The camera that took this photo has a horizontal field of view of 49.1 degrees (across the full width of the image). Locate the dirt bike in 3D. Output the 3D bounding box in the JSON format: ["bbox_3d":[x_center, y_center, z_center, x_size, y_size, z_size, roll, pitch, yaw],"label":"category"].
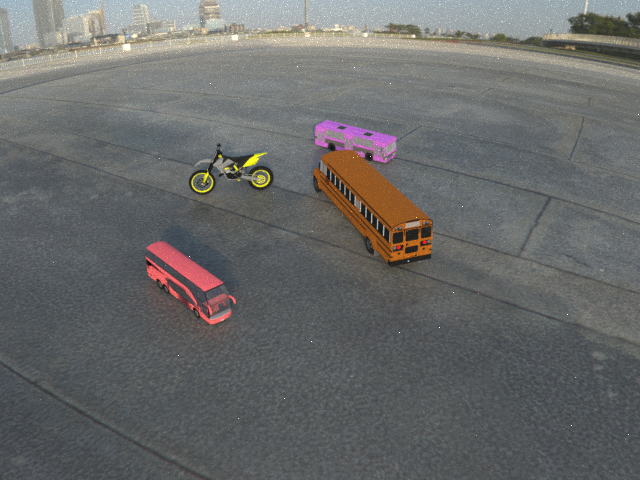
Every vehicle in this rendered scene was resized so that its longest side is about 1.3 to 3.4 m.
[{"bbox_3d":[-1.558,-1.219,12.249,1.493,0.857,0.527,-6,30,-10],"label":"dirt bike"}]

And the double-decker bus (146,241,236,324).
[{"bbox_3d":[-1.779,0.569,9.414,0.389,0.541,1.672,-24,37,-36],"label":"double-decker bus"}]

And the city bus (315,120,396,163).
[{"bbox_3d":[0.694,-1.953,13.947,1.674,0.460,0.476,19,35,30],"label":"city bus"}]

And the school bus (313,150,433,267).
[{"bbox_3d":[0.716,-0.659,11.274,0.709,0.844,3.322,-11,31,-18],"label":"school bus"}]
